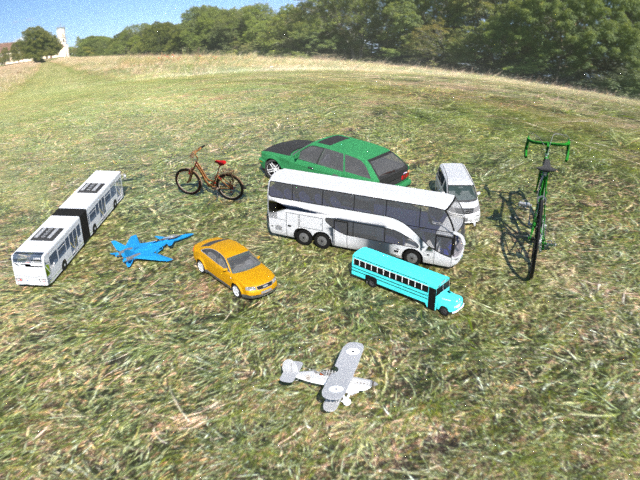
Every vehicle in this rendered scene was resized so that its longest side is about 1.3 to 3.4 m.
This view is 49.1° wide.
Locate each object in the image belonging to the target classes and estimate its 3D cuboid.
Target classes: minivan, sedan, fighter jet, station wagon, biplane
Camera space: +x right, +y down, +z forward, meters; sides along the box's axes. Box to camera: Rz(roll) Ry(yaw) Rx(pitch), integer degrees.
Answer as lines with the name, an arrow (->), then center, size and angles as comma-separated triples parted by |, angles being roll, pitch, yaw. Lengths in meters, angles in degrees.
minivan -> 2.425, -0.833, 12.378 | 0.681, 0.616, 1.548 | 0, 27, 0
sedan -> -1.252, 0.343, 10.177 | 0.635, 0.483, 1.613 | -21, 33, -35
fighter jet -> -2.574, 0.022, 11.037 | 1.358, 0.286, 1.147 | -22, 34, -37
station wagon -> 0.206, -1.493, 13.355 | 3.105, 0.920, 1.327 | 22, 34, 36
biplane -> 0.110, 1.525, 7.790 | 1.090, 0.504, 1.336 | 6, 27, 13

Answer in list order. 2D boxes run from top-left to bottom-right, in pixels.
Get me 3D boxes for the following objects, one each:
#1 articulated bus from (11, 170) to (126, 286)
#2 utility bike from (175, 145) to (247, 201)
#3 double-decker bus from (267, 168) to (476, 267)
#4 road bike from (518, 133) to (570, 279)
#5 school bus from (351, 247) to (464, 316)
articulated bus -> -3.969, -0.300, 11.373 | 0.605, 0.561, 3.401 | 2, 27, 4
utility bike -> -2.027, -1.177, 12.696 | 1.435, 0.946, 0.535 | 8, 28, 16
double-decker bus -> 0.734, -0.353, 10.932 | 3.251, 1.052, 0.756 | 11, 29, 20
road bike -> 3.408, -0.626, 10.803 | 0.696, 1.656, 3.004 | 8, 28, 16
school bus -> 1.217, 0.564, 9.790 | 1.708, 0.434, 0.365 | 20, 33, 35
